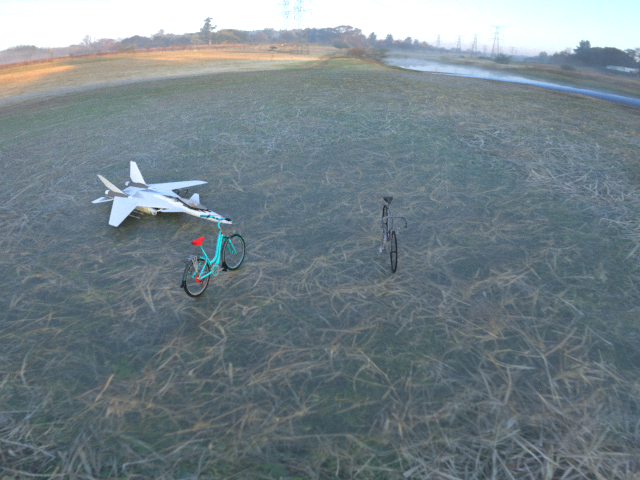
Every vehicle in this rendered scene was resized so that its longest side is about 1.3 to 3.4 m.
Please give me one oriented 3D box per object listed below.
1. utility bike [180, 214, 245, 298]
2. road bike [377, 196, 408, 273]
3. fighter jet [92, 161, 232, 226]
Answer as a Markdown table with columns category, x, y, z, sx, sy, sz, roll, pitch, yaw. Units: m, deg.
| category | x | y | z | sx | sy | sz | roll | pitch | yaw |
| --- | --- | --- | --- | --- | --- | --- | --- | --- | --- |
| utility bike | -1.500 | 0.155 | 9.591 | 0.535 | 0.946 | 1.435 | 14 | 29 | 26 |
| road bike | 1.029 | -0.155 | 10.327 | 0.358 | 0.852 | 1.545 | -1 | 26 | -2 |
| fighter jet | -2.535 | -0.727 | 11.818 | 2.640 | 0.557 | 2.229 | 15 | 30 | 28 |
